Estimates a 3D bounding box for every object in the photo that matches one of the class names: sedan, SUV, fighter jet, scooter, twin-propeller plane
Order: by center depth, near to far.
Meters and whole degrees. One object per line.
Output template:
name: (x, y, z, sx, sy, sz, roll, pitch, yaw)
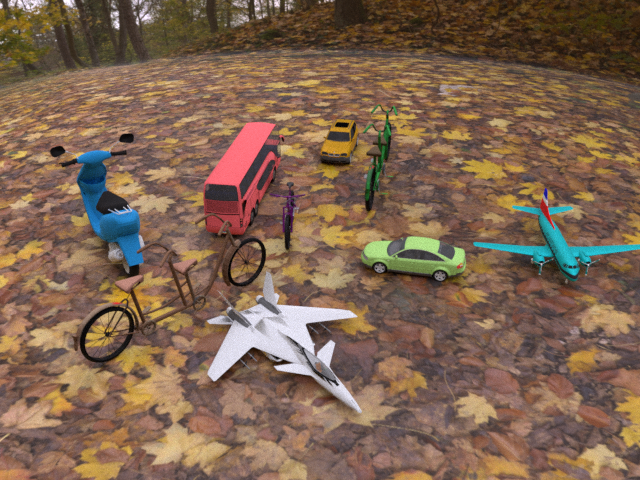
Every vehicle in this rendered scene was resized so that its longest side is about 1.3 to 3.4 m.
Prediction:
fighter jet: (-0.311, 1.303, 8.857, 2.229, 0.557, 2.640, -20, 35, -31)
sedan: (1.441, 0.228, 10.809, 1.613, 0.483, 0.635, 7, 30, 12)
scooter: (-3.356, -0.633, 11.004, 1.288, 1.786, 2.721, -16, 33, -26)
twin-propeller plane: (3.725, -0.064, 11.010, 2.663, 0.792, 2.129, 1, 30, 1)
SUV: (0.429, -2.110, 14.800, 0.656, 0.580, 1.572, 6, 30, 10)

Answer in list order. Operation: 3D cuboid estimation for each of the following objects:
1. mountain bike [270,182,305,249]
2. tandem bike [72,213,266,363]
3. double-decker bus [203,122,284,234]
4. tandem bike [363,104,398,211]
mountain bike: (-0.513, -0.489, 11.677, 0.573, 0.868, 1.469, 1, 30, 2)
tandem bike: (-1.908, 0.537, 9.421, 0.550, 1.326, 3.192, 25, 38, 36)
double-decker bus: (-1.340, -1.229, 12.786, 0.756, 1.052, 3.251, 4, 30, 8)
tandem bike: (1.134, -1.685, 13.307, 0.550, 1.326, 3.192, 6, 30, 11)
